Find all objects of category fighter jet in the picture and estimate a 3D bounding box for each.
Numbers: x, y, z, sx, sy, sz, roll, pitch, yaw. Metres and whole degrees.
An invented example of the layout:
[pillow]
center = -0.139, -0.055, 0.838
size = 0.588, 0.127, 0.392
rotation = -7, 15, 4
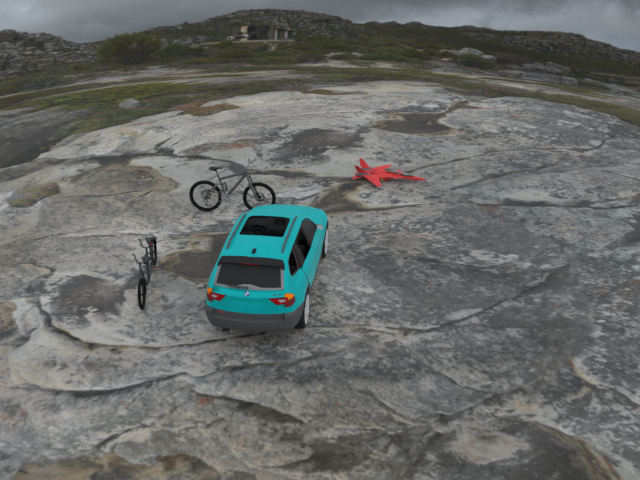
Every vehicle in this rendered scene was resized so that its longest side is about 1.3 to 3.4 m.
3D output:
[fighter jet]
center = 1.327, -1.269, 13.101
size = 1.358, 0.286, 1.147
rotation = 7, 27, 14

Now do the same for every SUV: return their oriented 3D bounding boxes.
[SUV]
center = -0.630, 0.138, 9.352
size = 1.276, 1.128, 3.058
rotation = 4, 27, 7

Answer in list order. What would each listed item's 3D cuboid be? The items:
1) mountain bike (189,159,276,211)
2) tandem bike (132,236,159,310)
[mountain bike]
center = -1.464, -0.855, 11.626
size = 1.469, 0.868, 0.573
rotation = 2, 27, 5
[tandem bike]
center = -2.350, 0.302, 9.522
size = 0.283, 0.682, 1.642
rotation = -2, 27, -4
